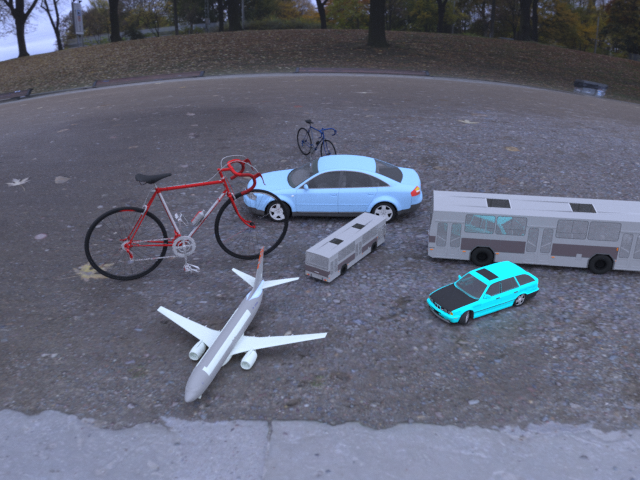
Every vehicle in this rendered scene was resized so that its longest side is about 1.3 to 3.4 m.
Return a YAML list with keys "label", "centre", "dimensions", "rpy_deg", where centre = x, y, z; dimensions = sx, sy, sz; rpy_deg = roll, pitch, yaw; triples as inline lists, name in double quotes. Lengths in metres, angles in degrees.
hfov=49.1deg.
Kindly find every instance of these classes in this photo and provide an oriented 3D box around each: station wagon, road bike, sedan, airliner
- label: "station wagon"
  centre: [2.222, 0.675, 9.530]
  dimensions: [1.597, 0.473, 0.682]
  rpy_deg: [-14, 30, -26]
- label: "road bike"
  centre: [-0.082, -2.044, 14.562]
  dimensions: [0.358, 0.852, 1.545]
  rpy_deg: [-16, 31, -29]
- label: "sedan"
  centre: [0.221, -0.957, 12.282]
  dimensions: [3.137, 0.940, 1.235]
  rpy_deg: [1, 26, 1]
- label: "road bike"
  centre: [-1.889, -0.305, 10.171]
  dimensions: [3.004, 1.656, 0.697]
  rpy_deg: [-9, 28, -18]
- label: "airliner"
  centre: [-1.089, 0.982, 8.507]
  dimensions: [2.257, 0.835, 2.541]
  rpy_deg: [7, 27, 14]

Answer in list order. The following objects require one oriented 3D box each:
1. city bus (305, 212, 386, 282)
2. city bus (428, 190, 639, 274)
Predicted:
- label: "city bus"
  centre: [0.424, 0.107, 10.685]
  dimensions: [0.476, 0.460, 1.674]
  rpy_deg: [17, 31, 30]
- label: "city bus"
  centre: [3.301, -0.113, 10.639]
  dimensions: [3.255, 0.894, 0.926]
  rpy_deg: [4, 27, 7]
